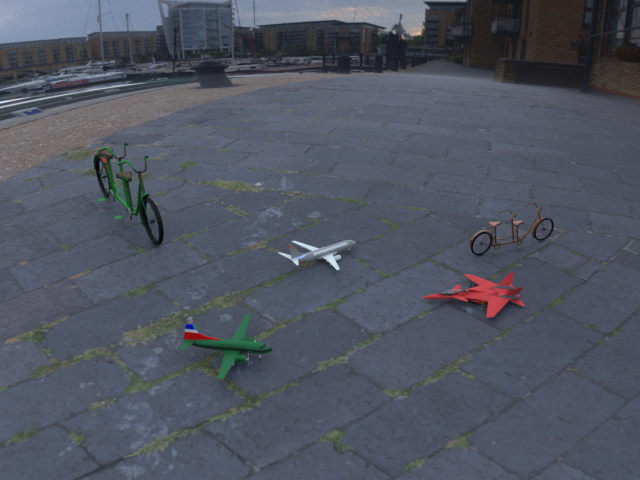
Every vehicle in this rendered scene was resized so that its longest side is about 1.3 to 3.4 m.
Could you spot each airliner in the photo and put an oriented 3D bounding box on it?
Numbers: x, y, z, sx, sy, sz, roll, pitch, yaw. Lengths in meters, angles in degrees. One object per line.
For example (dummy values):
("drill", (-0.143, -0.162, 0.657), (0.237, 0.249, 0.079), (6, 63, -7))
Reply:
("airliner", (0.042, 0.101, 10.634), (1.307, 0.429, 1.161), (-18, 32, -32))

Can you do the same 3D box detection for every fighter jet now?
("fighter jet", (2.067, 0.694, 9.596), (1.358, 0.286, 1.147), (-2, 26, -4))

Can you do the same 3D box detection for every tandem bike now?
("tandem bike", (3.016, -0.180, 10.916), (1.642, 0.682, 0.283), (-11, 29, -22))
("tandem bike", (-3.304, -0.977, 11.801), (0.550, 1.326, 3.192), (-16, 31, -30))

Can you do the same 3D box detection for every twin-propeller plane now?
("twin-propeller plane", (-1.111, 1.217, 8.402), (1.095, 0.407, 1.370), (4, 27, 7))
